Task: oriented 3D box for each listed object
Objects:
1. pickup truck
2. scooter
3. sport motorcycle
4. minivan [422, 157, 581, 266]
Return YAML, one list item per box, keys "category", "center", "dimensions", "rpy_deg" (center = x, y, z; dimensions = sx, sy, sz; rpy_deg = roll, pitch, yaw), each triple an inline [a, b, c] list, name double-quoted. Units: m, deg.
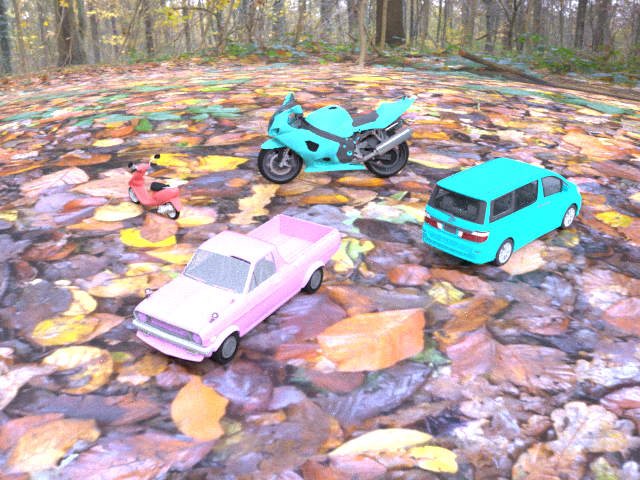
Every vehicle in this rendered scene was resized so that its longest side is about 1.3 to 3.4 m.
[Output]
- category: "pickup truck"
  center: [-0.949, 0.423, 9.029]
  dimensions: [1.244, 0.993, 3.117]
  rpy_deg: [15, 30, 28]
- category: "scooter"
  center: [-2.815, -0.901, 11.785]
  dimensions: [1.399, 0.919, 0.662]
  rpy_deg: [21, 33, 35]
- category: "sport motorcycle"
  center: [0.298, -1.868, 12.976]
  dimensions: [2.955, 1.596, 0.983]
  rpy_deg: [-5, 27, -9]
- category: "minivan"
  center: [2.924, -0.597, 10.860]
  dimensions: [3.011, 1.197, 1.324]
  rpy_deg: [-23, 34, -38]
